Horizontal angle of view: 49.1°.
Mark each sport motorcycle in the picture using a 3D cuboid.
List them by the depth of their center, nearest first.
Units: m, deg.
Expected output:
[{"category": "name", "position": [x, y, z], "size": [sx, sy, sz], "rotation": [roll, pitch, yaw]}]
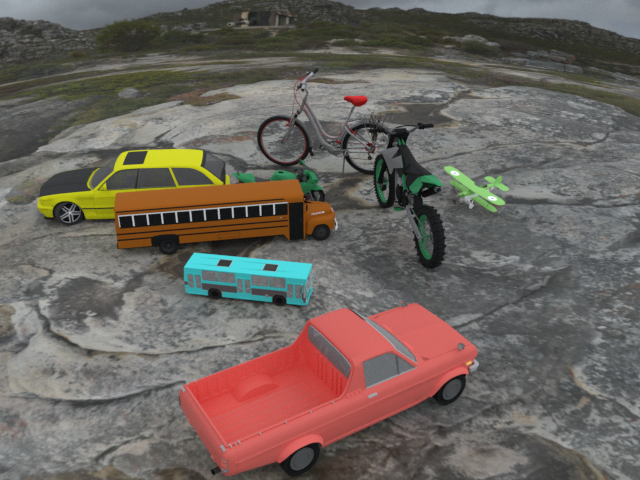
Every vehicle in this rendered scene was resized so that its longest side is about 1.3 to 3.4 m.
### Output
[{"category": "sport motorcycle", "position": [-0.665, -0.826, 11.484], "size": [1.520, 0.821, 0.506], "rotation": [-5, 29, -10]}]

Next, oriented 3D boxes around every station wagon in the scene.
[{"category": "station wagon", "position": [-3.070, -0.944, 11.596], "size": [3.105, 0.920, 1.327], "rotation": [-2, 29, -4]}]

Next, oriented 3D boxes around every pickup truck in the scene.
[{"category": "pickup truck", "position": [0.164, 1.381, 7.234], "size": [3.117, 0.993, 1.244], "rotation": [-16, 33, -28]}]

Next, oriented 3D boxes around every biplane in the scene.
[{"category": "biplane", "position": [2.697, -0.833, 11.829], "size": [1.090, 0.504, 1.336], "rotation": [-18, 33, -30]}]

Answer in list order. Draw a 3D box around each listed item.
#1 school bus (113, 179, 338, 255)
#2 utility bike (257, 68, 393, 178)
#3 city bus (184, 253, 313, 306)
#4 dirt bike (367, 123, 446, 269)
[{"category": "school bus", "position": [-1.387, -0.383, 10.643], "size": [3.322, 0.844, 0.709], "rotation": [-5, 29, -9]}, {"category": "utility bike", "position": [0.144, -2.054, 12.680], "size": [2.791, 1.839, 1.039], "rotation": [6, 29, 12]}, {"category": "city bus", "position": [-0.950, 0.537, 9.350], "size": [1.674, 0.460, 0.476], "rotation": [5, 29, 9]}, {"category": "dirt bike", "position": [1.295, -0.839, 10.622], "size": [1.024, 1.666, 2.903], "rotation": [-7, 29, -12]}]
